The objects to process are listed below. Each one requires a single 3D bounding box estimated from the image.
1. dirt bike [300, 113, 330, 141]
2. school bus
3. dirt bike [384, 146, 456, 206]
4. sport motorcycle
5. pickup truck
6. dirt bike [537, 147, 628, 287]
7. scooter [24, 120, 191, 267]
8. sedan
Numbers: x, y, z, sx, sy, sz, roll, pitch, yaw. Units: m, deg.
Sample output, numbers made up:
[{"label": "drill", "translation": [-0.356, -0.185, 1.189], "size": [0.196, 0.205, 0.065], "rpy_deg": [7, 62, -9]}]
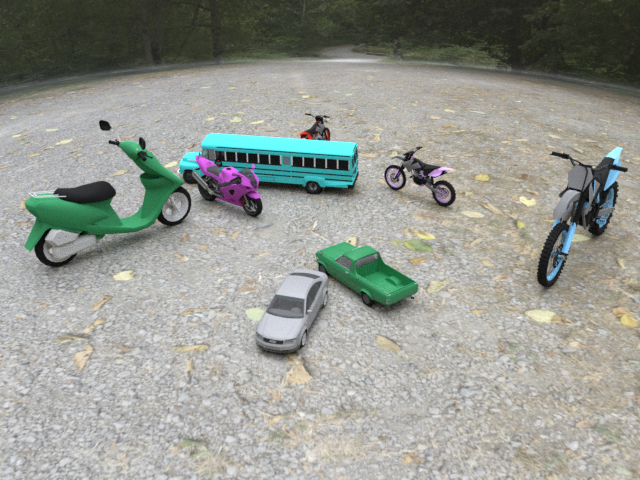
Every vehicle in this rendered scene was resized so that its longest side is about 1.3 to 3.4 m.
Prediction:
[{"label": "dirt bike", "translation": [-0.120, -2.032, 13.899], "size": [0.527, 0.857, 1.493], "rpy_deg": [12, 30, 21]}, {"label": "school bus", "translation": [-0.978, -1.421, 12.747], "size": [3.322, 0.844, 0.709], "rpy_deg": [5, 28, 10]}, {"label": "dirt bike", "translation": [1.727, -1.128, 12.173], "size": [1.493, 0.857, 0.527], "rpy_deg": [23, 35, 36]}, {"label": "sport motorcycle", "translation": [-1.550, -0.926, 11.826], "size": [1.520, 0.821, 0.506], "rpy_deg": [21, 34, 34]}, {"label": "pickup truck", "translation": [0.609, 0.412, 9.607], "size": [0.640, 0.511, 1.603], "rpy_deg": [-19, 33, -32]}, {"label": "dirt bike", "translation": [3.825, -0.479, 10.064], "size": [1.024, 1.666, 2.903], "rpy_deg": [20, 34, 33]}, {"label": "scooter", "translation": [-3.111, -0.721, 10.396], "size": [2.721, 1.786, 1.288], "rpy_deg": [-24, 36, -37]}, {"label": "sedan", "translation": [-0.337, 0.823, 8.853], "size": [0.635, 0.483, 1.613], "rpy_deg": [8, 29, 14]}]
